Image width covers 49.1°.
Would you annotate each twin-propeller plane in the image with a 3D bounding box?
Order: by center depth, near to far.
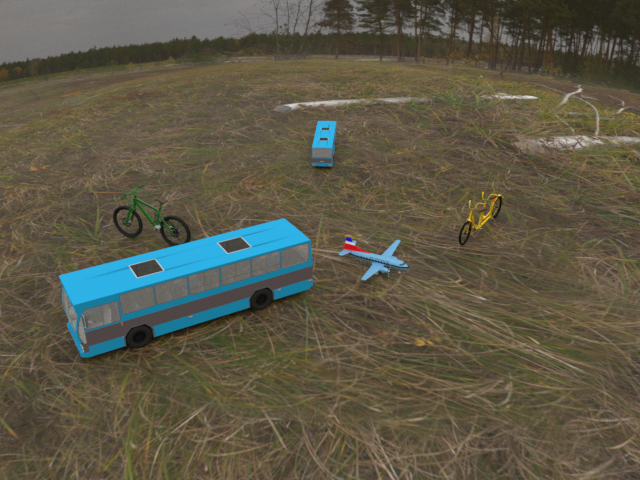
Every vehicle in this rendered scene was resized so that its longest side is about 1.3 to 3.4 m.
[{"bbox_3d":[0.848,0.239,10.596,1.095,0.407,1.370,14,31,24],"label":"twin-propeller plane"}]

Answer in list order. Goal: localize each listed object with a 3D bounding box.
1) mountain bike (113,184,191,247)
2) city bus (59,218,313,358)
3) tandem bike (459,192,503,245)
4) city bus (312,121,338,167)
[{"bbox_3d":[-2.719,-0.352,11.207,1.469,0.868,0.573,11,30,20],"label":"mountain bike"},{"bbox_3d":[-1.700,0.608,9.397,3.255,0.894,0.926,-15,32,-26],"label":"city bus"},{"bbox_3d":[2.701,-0.465,11.614,0.283,0.682,1.642,19,34,32],"label":"tandem bike"},{"bbox_3d":[0.098,-2.016,14.728,0.476,0.460,1.674,2,28,4],"label":"city bus"}]
